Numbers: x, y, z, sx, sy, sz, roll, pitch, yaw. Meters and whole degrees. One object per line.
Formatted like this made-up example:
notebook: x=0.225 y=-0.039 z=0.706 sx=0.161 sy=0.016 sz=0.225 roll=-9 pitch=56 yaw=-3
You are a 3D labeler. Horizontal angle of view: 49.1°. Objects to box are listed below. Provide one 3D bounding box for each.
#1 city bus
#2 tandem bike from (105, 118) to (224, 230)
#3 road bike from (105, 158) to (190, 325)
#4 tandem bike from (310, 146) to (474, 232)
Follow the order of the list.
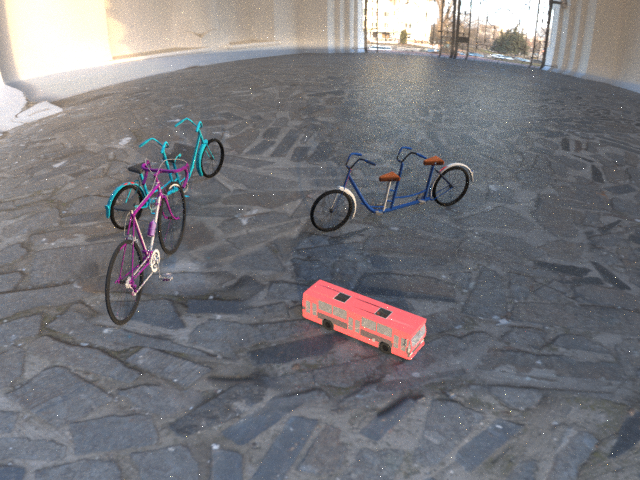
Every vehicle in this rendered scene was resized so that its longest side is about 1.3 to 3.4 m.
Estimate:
city bus: x=0.565 y=1.057 z=9.314 sx=1.674 sy=0.460 sz=0.476 roll=19 pitch=35 yaw=29
tandem bike: x=-2.690 y=-1.283 z=12.483 sx=0.550 sy=1.326 sz=3.192 roll=16 pitch=34 yaw=25
road bike: x=-2.476 y=-0.103 z=10.121 sx=0.696 sy=1.656 sz=3.004 roll=5 pitch=30 yaw=8
tandem bike: x=1.296 y=-0.959 z=11.925 sx=3.192 sy=1.326 sz=0.550 roll=-13 pitch=32 yaw=-21
